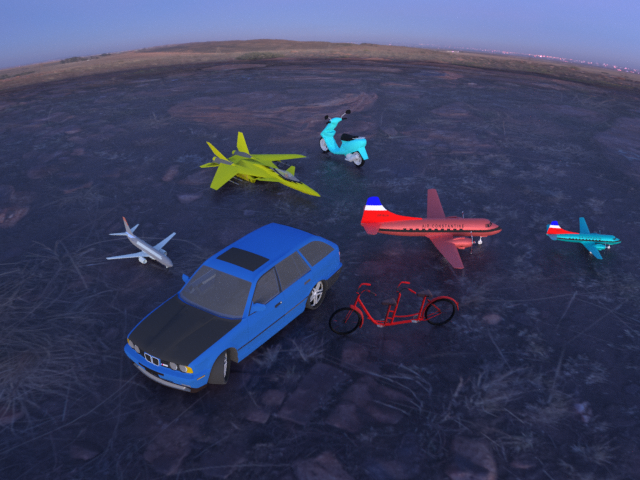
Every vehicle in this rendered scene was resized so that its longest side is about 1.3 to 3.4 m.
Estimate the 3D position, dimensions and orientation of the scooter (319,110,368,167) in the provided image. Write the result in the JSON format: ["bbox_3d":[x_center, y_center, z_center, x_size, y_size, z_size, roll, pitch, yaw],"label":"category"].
[{"bbox_3d":[0.442,-1.999,13.645,0.662,0.919,1.399,-21,34,-34],"label":"scooter"}]

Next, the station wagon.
[{"bbox_3d":[-0.971,0.648,8.597,1.327,0.920,3.105,17,32,29],"label":"station wagon"}]

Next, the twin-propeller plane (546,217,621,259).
[{"bbox_3d":[3.974,-0.076,10.530,1.095,0.407,1.370,4,28,7],"label":"twin-propeller plane"}]

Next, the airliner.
[{"bbox_3d":[-2.544,0.044,10.277,1.161,0.429,1.307,-24,36,-38],"label":"airliner"}]

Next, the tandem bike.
[{"bbox_3d":[0.915,0.816,8.534,1.642,0.682,0.283,-5,28,-9],"label":"tandem bike"}]

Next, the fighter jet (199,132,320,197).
[{"bbox_3d":[-0.946,-1.325,12.749,2.640,0.557,2.229,24,36,38],"label":"fighter jet"}]

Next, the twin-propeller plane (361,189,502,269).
[{"bbox_3d":[1.681,-0.288,10.520,2.129,0.792,2.663,0,28,0],"label":"twin-propeller plane"}]
